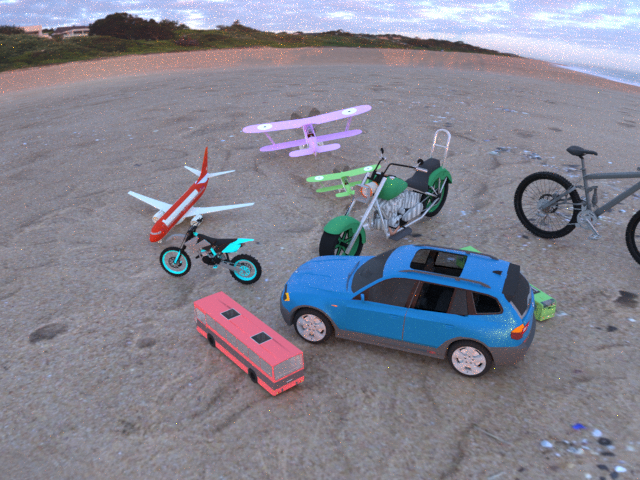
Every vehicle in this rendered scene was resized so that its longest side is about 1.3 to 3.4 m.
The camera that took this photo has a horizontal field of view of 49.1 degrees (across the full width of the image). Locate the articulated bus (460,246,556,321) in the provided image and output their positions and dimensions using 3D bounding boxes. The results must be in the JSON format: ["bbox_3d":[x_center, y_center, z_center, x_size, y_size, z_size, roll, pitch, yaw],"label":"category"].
[{"bbox_3d":[2.491,0.561,9.562,0.311,0.289,1.749,-14,30,-25],"label":"articulated bus"}]

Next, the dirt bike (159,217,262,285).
[{"bbox_3d":[-1.535,0.187,9.670,1.493,0.857,0.527,5,27,10],"label":"dirt bike"}]

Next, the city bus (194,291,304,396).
[{"bbox_3d":[-0.859,1.184,8.144,0.476,0.460,1.674,-20,33,-34],"label":"city bus"}]

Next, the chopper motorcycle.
[{"bbox_3d":[1.077,-0.661,10.652,0.906,1.480,3.040,22,34,36],"label":"chopper motorcycle"}]

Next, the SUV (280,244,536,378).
[{"bbox_3d":[1.033,0.669,8.422,3.058,1.128,1.276,10,28,18],"label":"SUV"}]

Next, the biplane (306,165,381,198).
[{"bbox_3d":[0.441,-0.987,12.373,1.336,0.504,1.090,-3,27,-6],"label":"biplane"}]

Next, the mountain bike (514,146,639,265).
[{"bbox_3d":[4.167,-0.532,10.170,2.857,1.688,1.114,22,34,37],"label":"mountain bike"}]

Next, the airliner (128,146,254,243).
[{"bbox_3d":[-2.265,-0.752,11.545,2.257,0.835,2.541,6,28,11],"label":"airliner"}]

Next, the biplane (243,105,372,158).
[{"bbox_3d":[-0.228,-2.045,13.931,2.598,0.981,2.120,-3,27,-5],"label":"biplane"}]
